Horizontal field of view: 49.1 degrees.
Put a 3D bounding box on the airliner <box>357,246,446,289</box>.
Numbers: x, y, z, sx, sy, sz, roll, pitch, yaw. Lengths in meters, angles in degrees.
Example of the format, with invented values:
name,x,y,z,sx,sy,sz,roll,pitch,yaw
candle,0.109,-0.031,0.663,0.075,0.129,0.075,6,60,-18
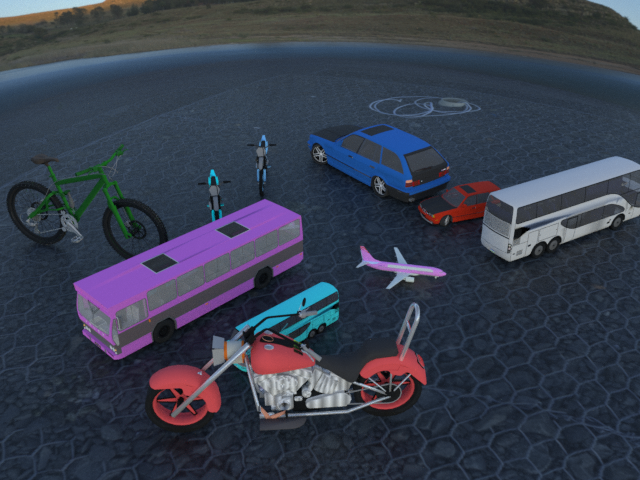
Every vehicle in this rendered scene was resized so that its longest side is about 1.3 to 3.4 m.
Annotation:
name,x,y,z,sx,sy,sz,roll,pitch,yaw
airliner,1.211,0.334,10.313,1.307,0.429,1.161,5,30,9

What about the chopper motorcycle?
name,x,y,z,sx,sy,sz,roll,pitch,yaw
chopper motorcycle,-0.358,1.366,7.478,3.040,1.480,0.906,-2,30,-4

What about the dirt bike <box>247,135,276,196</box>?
name,x,y,z,sx,sy,sz,roll,pitch,yaw
dirt bike,-1.054,-1.441,12.958,0.527,0.857,1.493,-1,30,-1

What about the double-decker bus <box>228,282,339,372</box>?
name,x,y,z,sx,sy,sz,roll,pitch,yaw
double-decker bus,-0.446,1.096,8.883,1.672,0.541,0.389,-25,39,-37

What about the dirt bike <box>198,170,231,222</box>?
name,x,y,z,sx,sy,sz,roll,pitch,yaw
dirt bike,-1.724,-0.649,11.586,0.527,0.857,1.493,-5,30,-9

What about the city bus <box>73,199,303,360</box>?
name,x,y,z,sx,sy,sz,roll,pitch,yaw
city bus,-1.655,0.467,9.618,0.926,0.894,3.255,26,39,37

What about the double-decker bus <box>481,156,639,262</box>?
name,x,y,z,sx,sy,sz,roll,pitch,yaw
double-decker bus,4.021,-0.553,11.226,3.251,1.052,0.756,-16,34,-26

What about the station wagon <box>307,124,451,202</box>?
name,x,y,z,sx,sy,sz,roll,pitch,yaw
station wagon,1.029,-1.689,13.322,1.327,0.920,3.105,-21,36,-32

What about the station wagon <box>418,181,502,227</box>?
name,x,y,z,sx,sy,sz,roll,pitch,yaw
station wagon,2.474,-0.660,11.988,1.597,0.473,0.682,-11,32,-18

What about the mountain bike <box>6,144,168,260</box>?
name,x,y,z,sx,sy,sz,roll,pitch,yaw
mountain bike,-3.595,-0.524,10.540,2.857,1.688,1.114,10,32,17
